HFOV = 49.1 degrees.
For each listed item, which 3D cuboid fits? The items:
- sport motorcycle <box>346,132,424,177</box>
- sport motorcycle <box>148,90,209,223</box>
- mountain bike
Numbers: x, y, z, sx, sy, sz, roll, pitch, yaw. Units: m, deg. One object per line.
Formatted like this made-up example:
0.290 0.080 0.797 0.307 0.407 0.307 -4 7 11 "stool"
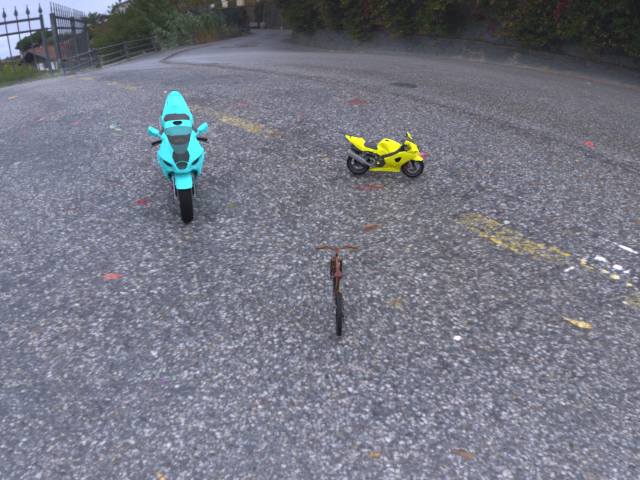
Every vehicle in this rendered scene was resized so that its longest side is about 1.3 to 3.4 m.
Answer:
1.236 -1.611 13.360 1.520 0.821 0.506 4 30 8 "sport motorcycle"
-2.479 -1.547 12.454 0.983 1.596 2.955 -6 30 -11 "sport motorcycle"
0.233 0.601 9.377 0.573 0.868 1.469 -1 29 -1 "mountain bike"
